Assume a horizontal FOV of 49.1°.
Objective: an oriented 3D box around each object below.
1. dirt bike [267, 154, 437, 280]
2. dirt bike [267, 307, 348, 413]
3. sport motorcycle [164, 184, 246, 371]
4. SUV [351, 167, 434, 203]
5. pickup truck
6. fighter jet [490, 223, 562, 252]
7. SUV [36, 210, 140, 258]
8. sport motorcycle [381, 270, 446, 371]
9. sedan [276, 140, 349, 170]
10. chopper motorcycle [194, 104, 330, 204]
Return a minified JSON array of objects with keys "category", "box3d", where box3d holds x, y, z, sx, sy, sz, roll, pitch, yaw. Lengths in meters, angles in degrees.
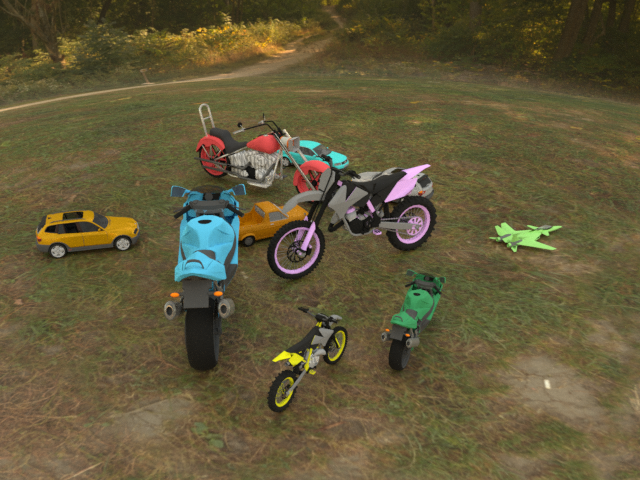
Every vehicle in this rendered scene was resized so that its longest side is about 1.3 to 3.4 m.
[{"category":"dirt bike","box3d":[0.547,-0.387,10.250,2.903,1.666,1.024,-13,29,-25]},{"category":"dirt bike","box3d":[-0.113,1.253,7.784,0.527,0.857,1.493,17,30,31]},{"category":"sport motorcycle","box3d":[-1.419,0.329,8.848,0.983,1.596,2.955,-2,26,-3]},{"category":"SUV","box3d":[1.303,-1.026,12.825,1.572,0.580,0.656,15,30,29]},{"category":"pickup truck","box3d":[-0.931,-0.314,11.430,1.603,0.511,0.640,-13,29,-25]},{"category":"fighter jet","box3d":[3.458,-0.156,11.360,1.358,0.286,1.147,-14,29,-27]},{"category":"SUV","box3d":[-3.652,-0.153,11.016,1.572,0.580,0.656,-7,27,-14]},{"category":"sport motorcycle","box3d":[1.145,0.935,8.484,0.506,0.821,1.520,11,28,22]},{"category":"sedan","box3d":[-0.176,-1.759,14.454,1.613,0.483,0.635,13,29,25]},{"category":"chopper motorcycle","box3d":[-1.073,-1.620,13.020,3.040,1.480,0.906,15,29,28]}]
